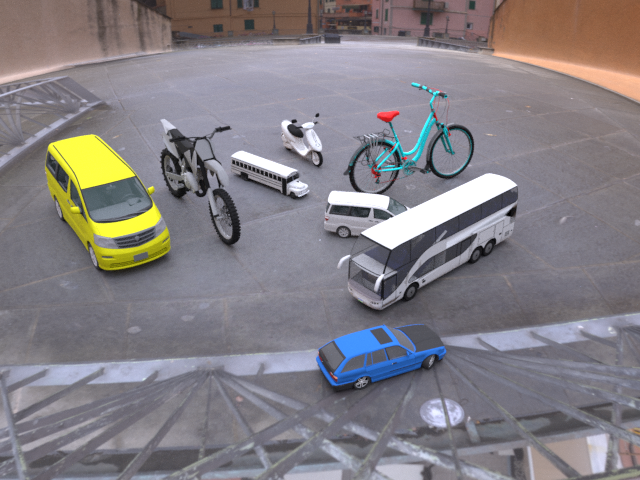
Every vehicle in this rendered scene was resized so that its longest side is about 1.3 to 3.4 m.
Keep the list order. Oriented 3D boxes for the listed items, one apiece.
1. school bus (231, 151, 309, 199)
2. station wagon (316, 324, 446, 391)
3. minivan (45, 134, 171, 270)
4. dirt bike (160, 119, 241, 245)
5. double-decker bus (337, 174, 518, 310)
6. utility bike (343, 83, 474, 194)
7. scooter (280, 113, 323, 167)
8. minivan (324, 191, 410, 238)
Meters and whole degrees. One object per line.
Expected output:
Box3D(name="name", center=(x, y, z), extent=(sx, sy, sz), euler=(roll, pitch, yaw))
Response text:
Box3D(name="school bus", center=(-0.930, -1.212, 12.935), extent=(1.708, 0.434, 0.365), euler=(22, 37, 33))
Box3D(name="station wagon", center=(0.773, 1.349, 8.578), extent=(1.597, 0.473, 0.682), euler=(-12, 33, -20))
Box3D(name="minivan", center=(-3.477, -0.660, 11.257), extent=(1.324, 1.197, 3.011), euler=(-19, 35, -28))
Box3D(name="dirt bike", center=(-2.039, -1.109, 11.554), extent=(1.024, 1.666, 2.903), euler=(-18, 35, -28))
Box3D(name="double-decker bus", center=(1.699, -0.012, 10.307), extent=(3.251, 1.052, 0.756), euler=(-24, 38, -35))
Box3D(name="utility bike", center=(1.614, -1.830, 12.600), extent=(2.791, 1.839, 1.039), euler=(-14, 34, -22))
Box3D(name="scooter", center=(-0.372, -2.068, 13.904), extent=(0.662, 0.919, 1.399), euler=(-21, 36, -31))
Box3D(name="minivan", center=(0.857, -0.398, 11.385), extent=(1.548, 0.616, 0.681), euler=(5, 31, 9))
